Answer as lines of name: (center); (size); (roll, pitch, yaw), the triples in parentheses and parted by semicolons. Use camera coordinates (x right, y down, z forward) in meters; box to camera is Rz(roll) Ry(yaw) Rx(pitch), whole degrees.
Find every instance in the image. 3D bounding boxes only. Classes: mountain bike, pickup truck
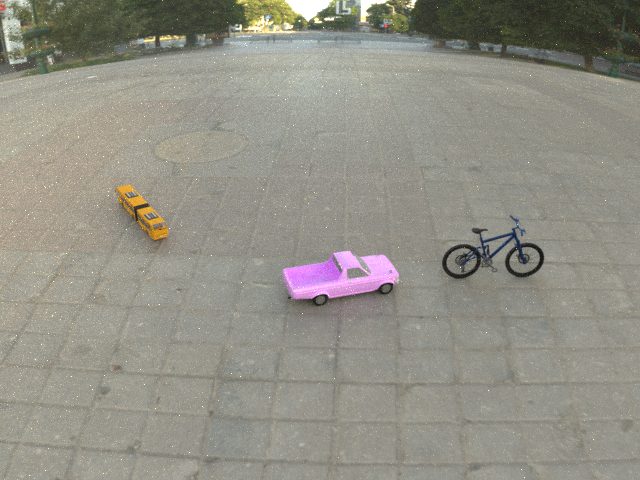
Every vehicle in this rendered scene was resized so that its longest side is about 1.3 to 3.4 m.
mountain bike: (2.480, 0.165, 9.949); (1.469, 0.868, 0.573); (-1, 30, -2)
pickup truck: (0.289, 0.482, 9.753); (1.603, 0.511, 0.640); (-9, 31, -15)

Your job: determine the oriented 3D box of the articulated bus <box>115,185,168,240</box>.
articulated bus: (-2.981, -0.482, 11.671); (0.311, 0.289, 1.749); (-18, 34, -28)
